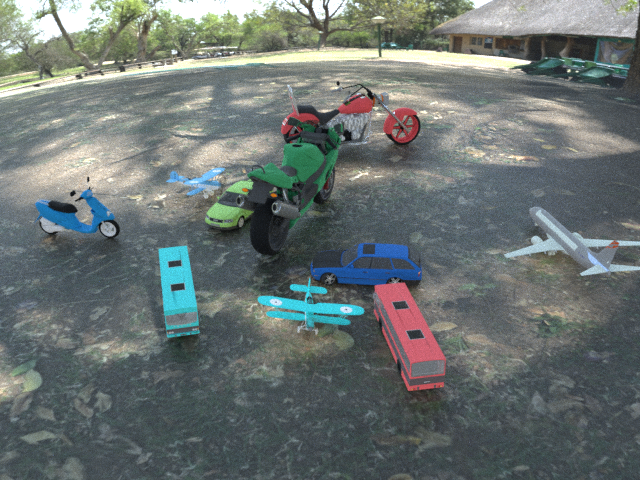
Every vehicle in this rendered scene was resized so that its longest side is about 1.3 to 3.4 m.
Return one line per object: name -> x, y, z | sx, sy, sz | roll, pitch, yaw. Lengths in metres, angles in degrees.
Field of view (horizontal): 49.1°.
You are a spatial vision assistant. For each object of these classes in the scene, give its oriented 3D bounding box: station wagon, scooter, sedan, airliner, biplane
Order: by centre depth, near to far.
biplane -> -0.114, 0.870, 8.992 | 1.336, 0.504, 1.090 | -1, 28, -2
station wagon -> 0.662, 0.330, 10.053 | 1.597, 0.473, 0.682 | 3, 28, 5
airliner -> 3.768, -0.150, 10.577 | 2.257, 0.835, 2.541 | -5, 28, -9
scooter -> -3.887, -0.473, 11.102 | 1.399, 0.919, 0.662 | 3, 28, 7
sedan -> -1.363, -0.668, 11.939 | 0.635, 0.483, 1.613 | 12, 30, 22
biplane -> -2.205, -1.041, 12.627 | 1.090, 0.504, 1.336 | 9, 29, 16

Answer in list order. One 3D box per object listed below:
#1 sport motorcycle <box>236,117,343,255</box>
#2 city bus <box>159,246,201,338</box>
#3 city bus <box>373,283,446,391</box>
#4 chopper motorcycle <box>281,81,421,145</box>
sport motorcycle -> -0.376, -0.938, 11.257 | 0.983, 1.596, 2.955 | 11, 30, 20
city bus -> -1.911, 0.673, 9.414 | 0.476, 0.460, 1.674 | -7, 28, -12
city bus -> 1.051, 1.151, 8.506 | 0.476, 0.460, 1.674 | -5, 28, -9
chopper motorcycle -> 0.677, -2.587, 14.519 | 3.040, 1.480, 0.906 | -8, 29, -15
